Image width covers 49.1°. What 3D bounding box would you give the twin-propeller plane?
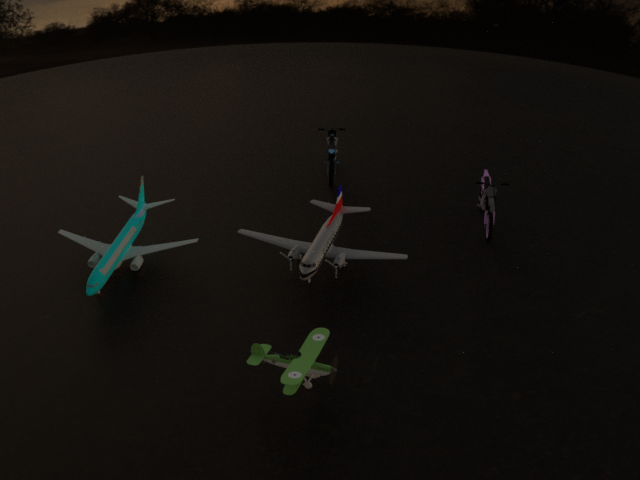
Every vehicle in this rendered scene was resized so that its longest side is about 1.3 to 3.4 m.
[{"bbox_3d":[0.063,-0.089,10.691,2.663,0.792,2.129,9,32,14],"label":"twin-propeller plane"}]

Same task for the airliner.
[{"bbox_3d":[-3.051,-0.084,10.640,2.257,0.835,2.541,4,31,6],"label":"airliner"}]

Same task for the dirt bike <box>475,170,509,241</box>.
[{"bbox_3d":[2.771,-0.637,11.547,0.527,0.857,1.493,3,31,5],"label":"dirt bike"}]

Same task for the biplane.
[{"bbox_3d":[-0.313,1.453,8.383,1.090,0.504,1.336,9,32,15],"label":"biplane"}]

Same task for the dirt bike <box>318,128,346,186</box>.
[{"bbox_3d":[0.217,-1.654,13.256,0.527,0.857,1.493,1,31,1],"label":"dirt bike"}]
